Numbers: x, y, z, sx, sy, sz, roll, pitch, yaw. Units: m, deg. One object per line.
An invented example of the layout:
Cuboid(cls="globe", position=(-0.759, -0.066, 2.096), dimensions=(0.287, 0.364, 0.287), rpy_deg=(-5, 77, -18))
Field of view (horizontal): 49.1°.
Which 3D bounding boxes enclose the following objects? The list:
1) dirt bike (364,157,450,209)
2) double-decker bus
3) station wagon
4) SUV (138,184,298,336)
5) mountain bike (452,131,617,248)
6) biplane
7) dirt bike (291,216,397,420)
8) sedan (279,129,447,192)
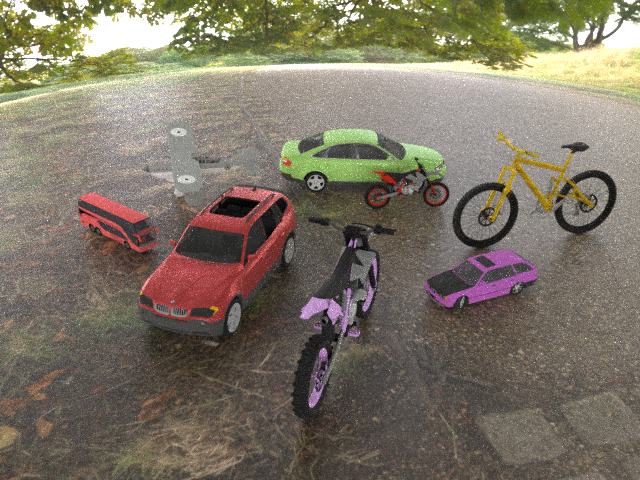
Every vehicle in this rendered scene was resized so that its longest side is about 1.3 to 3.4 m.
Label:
Cuboid(cls="dirt bike", position=(1.512, -0.945, 12.081), dimensions=(1.493, 0.857, 0.527), rpy_deg=(-2, 28, -4))
Cuboid(cls="double-decker bus", position=(-3.228, -0.278, 11.145), dimensions=(1.672, 0.541, 0.389), rpy_deg=(21, 34, 34))
Cuboid(cls="station wagon", position=(2.233, 0.506, 9.720), dimensions=(1.597, 0.473, 0.682), rpy_deg=(-12, 30, -22))
Cuboid(cls="SUV", position=(-1.308, 0.168, 9.659), dimensions=(1.276, 1.128, 3.058), rpy_deg=(9, 29, 17))
Cuboid(cls="mountain bike", position=(3.389, -0.757, 10.824), dimensions=(2.857, 1.688, 1.114), rpy_deg=(-8, 29, -14))
Cuboid(cls="biplane", position=(-2.130, -1.321, 12.665), dimensions=(2.120, 0.981, 2.598), rpy_deg=(-6, 28, -12))
Cuboid(cls="dirt bike", position=(0.254, 0.677, 8.105), dimensions=(1.024, 1.666, 2.903), rpy_deg=(9, 29, 17))
Cuboid(cls="sedan", position=(0.804, -1.551, 13.149), dimensions=(3.137, 0.940, 1.235), rpy_deg=(0, 28, 0))
